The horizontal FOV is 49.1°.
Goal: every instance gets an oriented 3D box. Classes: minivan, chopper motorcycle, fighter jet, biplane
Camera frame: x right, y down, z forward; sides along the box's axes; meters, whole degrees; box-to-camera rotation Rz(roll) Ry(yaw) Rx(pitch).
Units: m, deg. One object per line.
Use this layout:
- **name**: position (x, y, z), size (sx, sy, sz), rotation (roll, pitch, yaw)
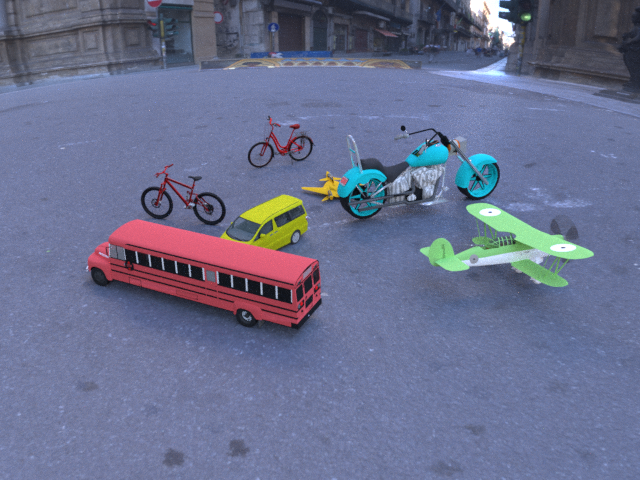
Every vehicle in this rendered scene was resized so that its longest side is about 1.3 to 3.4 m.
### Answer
- **minivan**: position (-0.859, -0.146, 10.373), size (0.681, 0.616, 1.548), rotation (20, 33, 34)
- **chopper motorcycle**: position (1.690, -1.186, 11.475), size (3.040, 1.480, 0.906), rotation (-12, 29, -22)
- **fighter jet**: position (0.227, -1.069, 12.567), size (1.147, 0.286, 1.358), rotation (-4, 27, -7)
- **biplane**: position (2.412, 0.131, 9.418), size (2.120, 0.981, 2.598), rotation (-8, 28, -16)

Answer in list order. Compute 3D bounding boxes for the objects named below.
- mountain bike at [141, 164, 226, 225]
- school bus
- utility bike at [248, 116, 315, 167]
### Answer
- **mountain bike**: position (-2.201, -0.690, 11.170), size (1.469, 0.868, 0.573), rotation (7, 28, 13)
- **school bus**: position (-1.613, 0.384, 9.068), size (3.322, 0.844, 0.709), rotation (12, 29, 22)
- **utility bike**: position (-0.708, -1.883, 13.450), size (1.435, 0.946, 0.535), rotation (-13, 30, -24)
